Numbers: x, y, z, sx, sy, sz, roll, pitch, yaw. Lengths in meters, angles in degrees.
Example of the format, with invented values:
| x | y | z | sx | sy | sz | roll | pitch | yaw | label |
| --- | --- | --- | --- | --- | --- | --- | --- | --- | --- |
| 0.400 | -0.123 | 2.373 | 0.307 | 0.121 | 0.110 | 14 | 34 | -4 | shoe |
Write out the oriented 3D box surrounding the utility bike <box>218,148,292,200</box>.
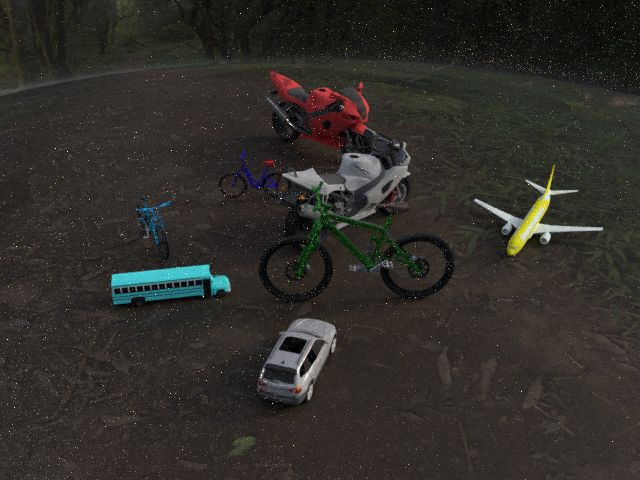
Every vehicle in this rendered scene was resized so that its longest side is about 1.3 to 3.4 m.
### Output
| x | y | z | sx | sy | sz | roll | pitch | yaw | label |
| --- | --- | --- | --- | --- | --- | --- | --- | --- | --- |
| -1.217 | -1.195 | 13.207 | 1.435 | 0.946 | 0.535 | 0 | 29 | 0 | utility bike |

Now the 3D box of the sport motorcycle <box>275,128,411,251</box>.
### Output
| x | y | z | sx | sy | sz | roll | pitch | yaw | label |
| --- | --- | --- | --- | --- | --- | --- | --- | --- | --- |
| 0.531 | -0.856 | 11.925 | 2.955 | 1.596 | 0.983 | -23 | 36 | -35 | sport motorcycle |

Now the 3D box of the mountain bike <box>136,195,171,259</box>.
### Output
| x | y | z | sx | sy | sz | roll | pitch | yaw | label |
| --- | --- | --- | --- | --- | --- | --- | --- | --- | --- |
| -2.805 | -0.284 | 11.644 | 0.573 | 0.868 | 1.469 | -16 | 33 | -26 | mountain bike |

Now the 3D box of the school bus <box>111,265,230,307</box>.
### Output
| x | y | z | sx | sy | sz | roll | pitch | yaw | label |
| --- | --- | --- | --- | --- | --- | --- | --- | --- | --- |
| -2.199 | 0.664 | 10.383 | 1.708 | 0.434 | 0.365 | -6 | 30 | -10 | school bus |

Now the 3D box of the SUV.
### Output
| x | y | z | sx | sy | sz | roll | pitch | yaw | label |
| --- | --- | --- | --- | --- | --- | --- | --- | --- | --- |
| -0.268 | 1.436 | 8.839 | 0.656 | 0.580 | 1.572 | 9 | 30 | 16 | SUV |

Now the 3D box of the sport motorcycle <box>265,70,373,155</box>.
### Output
| x | y | z | sx | sy | sz | roll | pitch | yaw | label |
| --- | --- | --- | --- | --- | --- | --- | --- | --- | --- |
| -0.008 | -2.699 | 15.248 | 2.955 | 1.596 | 0.983 | 24 | 37 | 36 | sport motorcycle |

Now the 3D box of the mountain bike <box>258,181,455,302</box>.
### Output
| x | y | z | sx | sy | sz | roll | pitch | yaw | label |
| --- | --- | --- | --- | --- | --- | --- | --- | --- | --- |
| 0.536 | 0.140 | 10.034 | 2.857 | 1.688 | 1.114 | -1 | 29 | -2 | mountain bike |

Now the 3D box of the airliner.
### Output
| x | y | z | sx | sy | sz | roll | pitch | yaw | label |
| --- | --- | --- | --- | --- | --- | --- | --- | --- | --- |
| 3.678 | -0.504 | 12.076 | 2.257 | 0.835 | 2.541 | 16 | 33 | 26 | airliner |
